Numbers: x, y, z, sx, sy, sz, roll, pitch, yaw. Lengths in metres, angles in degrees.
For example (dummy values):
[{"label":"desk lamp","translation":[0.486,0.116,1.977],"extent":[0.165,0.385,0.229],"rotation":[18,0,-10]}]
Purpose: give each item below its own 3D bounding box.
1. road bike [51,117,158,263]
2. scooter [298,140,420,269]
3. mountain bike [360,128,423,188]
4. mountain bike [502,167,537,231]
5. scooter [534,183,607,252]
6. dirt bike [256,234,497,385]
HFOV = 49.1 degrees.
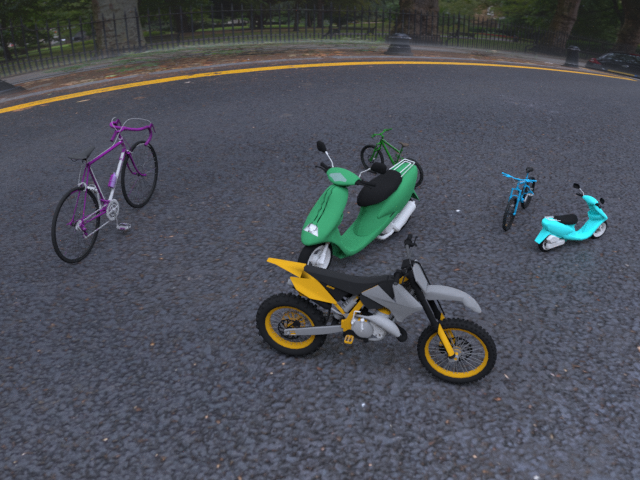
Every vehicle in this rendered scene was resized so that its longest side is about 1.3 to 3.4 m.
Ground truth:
[{"label":"road bike","translation":[-3.348,-0.884,11.075],"extent":[0.696,1.656,3.004],"rotation":[9,32,15]},{"label":"scooter","translation":[0.631,-0.580,10.432],"extent":[1.288,1.786,2.721],"rotation":[26,39,36]},{"label":"mountain bike","translation":[1.318,-1.513,12.914],"extent":[1.469,0.868,0.573],"rotation":[26,39,37]},{"label":"mountain bike","translation":[3.332,-0.755,11.631],"extent":[0.573,0.868,1.469],"rotation":[18,35,28]},{"label":"scooter","translation":[3.957,-0.319,10.843],"extent":[1.399,0.919,0.662],"rotation":[-13,33,-20]},{"label":"dirt bike","translation":[0.619,0.840,8.143],"extent":[2.903,1.666,1.024],"rotation":[8,31,13]}]
